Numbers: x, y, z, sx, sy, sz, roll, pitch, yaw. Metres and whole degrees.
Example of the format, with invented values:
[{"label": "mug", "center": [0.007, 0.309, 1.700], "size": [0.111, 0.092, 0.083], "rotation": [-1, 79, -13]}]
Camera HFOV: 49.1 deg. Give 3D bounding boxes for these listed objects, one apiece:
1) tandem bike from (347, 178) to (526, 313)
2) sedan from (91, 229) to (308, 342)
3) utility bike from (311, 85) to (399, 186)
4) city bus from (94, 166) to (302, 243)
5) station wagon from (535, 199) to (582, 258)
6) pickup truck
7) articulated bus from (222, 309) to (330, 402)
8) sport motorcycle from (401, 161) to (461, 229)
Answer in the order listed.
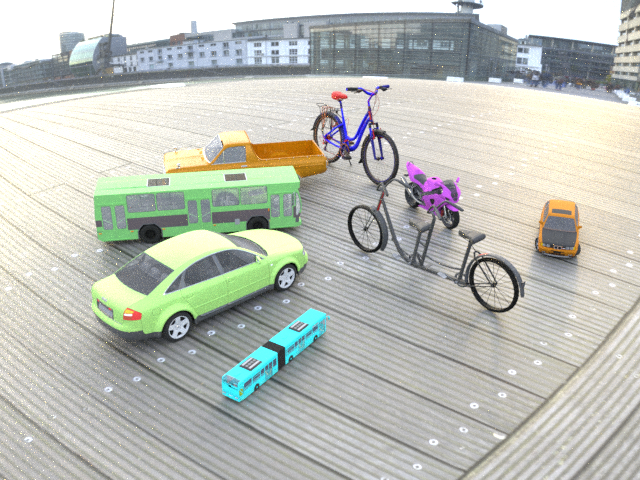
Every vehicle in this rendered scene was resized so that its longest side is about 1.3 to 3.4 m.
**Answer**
[{"label": "tandem bike", "center": [1.511, -0.020, 9.840], "size": [0.550, 1.326, 3.192], "rotation": [-21, 33, -37]}, {"label": "sedan", "center": [-1.512, 0.390, 9.432], "size": [3.137, 0.940, 1.235], "rotation": [-23, 34, -39]}, {"label": "utility bike", "center": [0.715, -2.237, 13.854], "size": [1.039, 1.839, 2.791], "rotation": [-17, 31, -32]}, {"label": "city bus", "center": [-1.965, -0.572, 11.484], "size": [3.255, 0.894, 0.926], "rotation": [-5, 26, -10]}, {"label": "station wagon", "center": [3.852, -0.229, 11.257], "size": [0.682, 0.473, 1.597], "rotation": [8, 27, 17]}, {"label": "pickup truck", "center": [-1.448, -1.514, 13.328], "size": [3.117, 0.993, 1.244], "rotation": [-6, 26, -12]}, {"label": "articulated bus", "center": [-0.489, 1.319, 8.253], "size": [0.311, 0.289, 1.749], "rotation": [16, 30, 30]}, {"label": "sport motorcycle", "center": [1.913, -0.778, 11.996], "size": [0.506, 0.821, 1.520], "rotation": [-13, 29, -25]}]
